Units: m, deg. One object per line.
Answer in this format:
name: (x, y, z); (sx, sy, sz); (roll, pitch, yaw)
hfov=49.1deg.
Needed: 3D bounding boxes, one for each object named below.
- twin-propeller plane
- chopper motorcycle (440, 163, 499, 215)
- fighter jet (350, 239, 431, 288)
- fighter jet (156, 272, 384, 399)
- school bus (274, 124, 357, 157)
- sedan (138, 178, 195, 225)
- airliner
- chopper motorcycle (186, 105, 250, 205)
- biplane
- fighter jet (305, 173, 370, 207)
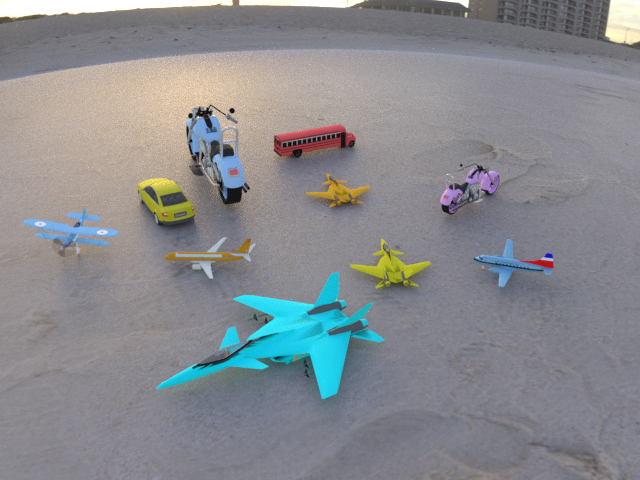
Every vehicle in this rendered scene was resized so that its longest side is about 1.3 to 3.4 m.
twin-propeller plane: (2.692, 0.292, 9.760); (1.095, 0.407, 1.370); (9, 30, 16)
chopper motorcycle: (2.529, -0.936, 11.615); (0.466, 0.761, 1.563); (25, 38, 38)
fighter jet: (0.993, 0.232, 9.992); (1.147, 0.286, 1.358); (-2, 29, -4)
fighter jet: (-0.647, 1.128, 8.094); (2.640, 0.557, 2.229); (-16, 33, -27)
school bus: (-0.067, -1.968, 13.818); (1.708, 0.434, 0.365); (-14, 32, -23)
sedan: (-2.556, -0.720, 11.511); (0.635, 0.483, 1.613); (-15, 32, -25)
airliner: (-1.599, 0.157, 9.981); (1.307, 0.429, 1.161); (1, 29, 2)
chopper motorcycle: (-1.913, -1.716, 12.283); (0.906, 1.480, 3.040); (-11, 31, -19)
biplane: (-3.625, -0.133, 10.429); (1.336, 0.504, 1.090); (0, 29, 0)
fighter jet: (0.287, -0.977, 12.178); (1.147, 0.286, 1.358); (-7, 30, -12)
